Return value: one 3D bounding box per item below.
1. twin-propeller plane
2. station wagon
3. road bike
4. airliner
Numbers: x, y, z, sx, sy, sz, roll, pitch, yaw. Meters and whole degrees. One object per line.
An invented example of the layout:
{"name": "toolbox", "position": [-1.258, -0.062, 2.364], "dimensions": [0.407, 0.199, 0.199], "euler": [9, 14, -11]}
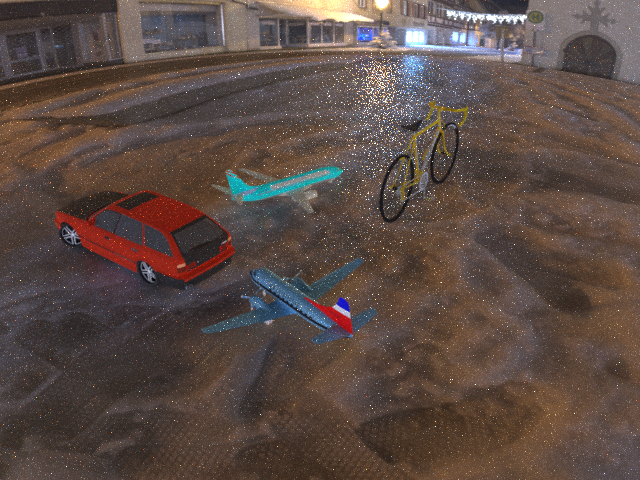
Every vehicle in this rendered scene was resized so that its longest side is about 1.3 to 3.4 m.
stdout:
{"name": "twin-propeller plane", "position": [-0.291, 0.719, 9.164], "dimensions": [2.663, 0.792, 2.129], "euler": [-23, 36, -34]}
{"name": "station wagon", "position": [-2.779, -0.220, 10.703], "dimensions": [3.105, 0.920, 1.327], "euler": [20, 35, 32]}
{"name": "road bike", "position": [1.790, -1.435, 12.113], "dimensions": [0.696, 1.656, 3.004], "euler": [18, 34, 29]}
{"name": "airliner", "position": [-0.590, -1.144, 12.432], "dimensions": [2.541, 0.835, 2.257], "euler": [-20, 35, -32]}
